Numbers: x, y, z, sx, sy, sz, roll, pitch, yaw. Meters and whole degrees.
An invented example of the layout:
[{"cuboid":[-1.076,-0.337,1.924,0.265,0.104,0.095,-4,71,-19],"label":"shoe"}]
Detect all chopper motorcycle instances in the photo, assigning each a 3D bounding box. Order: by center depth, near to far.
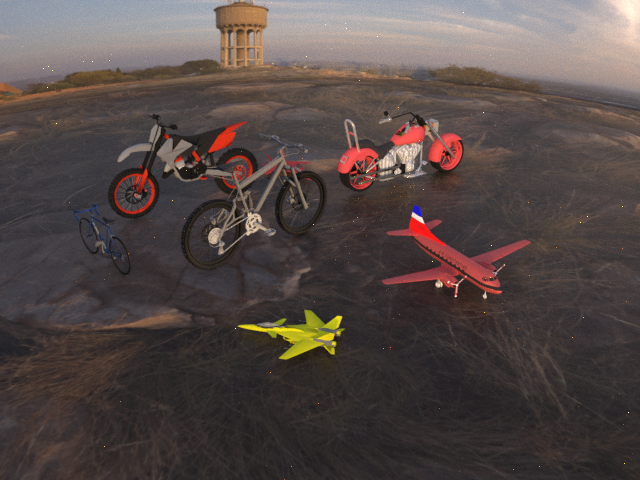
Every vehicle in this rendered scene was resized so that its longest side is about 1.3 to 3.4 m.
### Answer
[{"cuboid":[1.642,-1.821,13.562,3.040,1.480,0.906,-16,30,-30],"label":"chopper motorcycle"}]

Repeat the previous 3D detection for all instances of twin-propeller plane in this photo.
[{"cuboid":[1.926,0.173,10.207,2.663,0.792,2.129,-14,29,-26],"label":"twin-propeller plane"}]

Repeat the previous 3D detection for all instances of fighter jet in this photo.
[{"cuboid":[-0.406,1.105,8.850,1.358,0.286,1.147,6,26,13],"label":"fighter jet"},{"cuboid":[-0.578,-1.498,14.268,1.147,0.286,1.358,-18,31,-33],"label":"fighter jet"}]

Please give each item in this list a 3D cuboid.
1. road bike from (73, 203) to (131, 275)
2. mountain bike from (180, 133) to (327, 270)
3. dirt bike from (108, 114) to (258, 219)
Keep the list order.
[{"cuboid":[-3.273,-0.031,10.561,0.358,0.852,1.545,-23,34,-39],"label":"road bike"},{"cuboid":[-0.940,-0.611,10.804,2.857,1.688,1.114,-22,34,-38],"label":"mountain bike"},{"cuboid":[-2.378,-1.372,12.412,2.903,1.666,1.024,-17,30,-31],"label":"dirt bike"}]
